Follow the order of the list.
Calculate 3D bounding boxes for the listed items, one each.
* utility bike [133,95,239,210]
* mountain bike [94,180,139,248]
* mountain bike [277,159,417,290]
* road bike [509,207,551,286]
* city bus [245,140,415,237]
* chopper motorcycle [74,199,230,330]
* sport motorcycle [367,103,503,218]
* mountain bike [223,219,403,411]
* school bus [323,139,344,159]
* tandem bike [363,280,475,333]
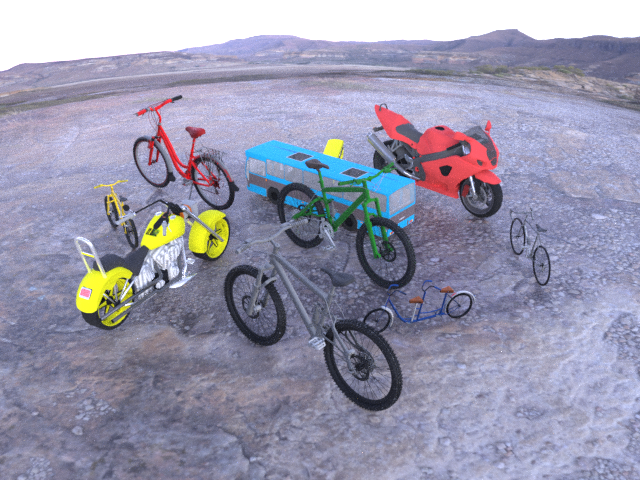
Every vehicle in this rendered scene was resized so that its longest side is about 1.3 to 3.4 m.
[{"bbox_3d":[-2.576,-1.543,12.605,2.791,1.839,1.039,20,33,33],"label":"utility bike"},{"bbox_3d":[-3.300,-0.449,11.533,0.573,0.868,1.469,-17,32,-30],"label":"mountain bike"},{"bbox_3d":[0.312,-0.362,10.465,1.114,1.688,2.857,-24,35,-38],"label":"mountain bike"},{"bbox_3d":[3.178,0.047,10.584,0.358,0.852,1.545,-3,27,-6],"label":"road bike"},{"bbox_3d":[0.103,-0.926,12.437,3.255,0.894,0.926,21,34,35],"label":"city bus"},{"bbox_3d":[-2.232,0.082,9.826,0.906,1.480,3.040,14,30,25],"label":"chopper motorcycle"},{"bbox_3d":[2.082,-1.479,12.747,0.983,1.596,2.955,-24,35,-38],"label":"sport motorcycle"},{"bbox_3d":[-0.181,0.835,8.130,2.857,1.688,1.114,23,35,38],"label":"mountain bike"},{"bbox_3d":[0.218,-1.568,14.195,0.365,0.434,1.708,4,27,7],"label":"school bus"},{"bbox_3d":[1.326,0.846,9.211,1.642,0.682,0.283,-9,28,-17],"label":"tandem bike"}]
